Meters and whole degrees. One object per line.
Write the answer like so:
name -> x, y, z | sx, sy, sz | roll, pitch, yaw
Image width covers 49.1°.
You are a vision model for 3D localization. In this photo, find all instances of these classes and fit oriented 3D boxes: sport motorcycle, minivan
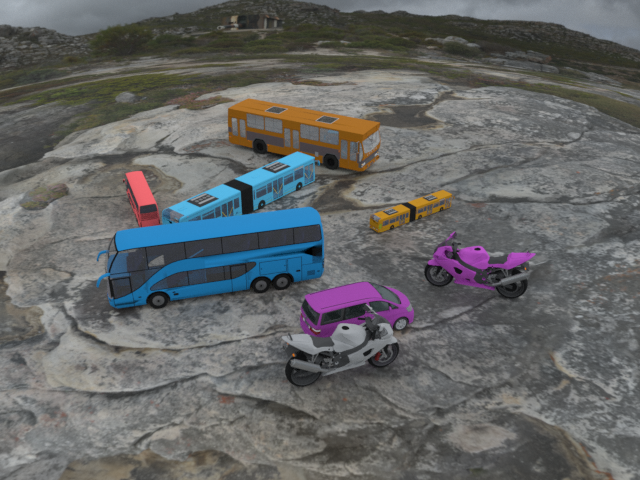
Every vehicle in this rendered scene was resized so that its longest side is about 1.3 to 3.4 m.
sport motorcycle -> 0.273, 1.320, 8.493 | 1.520, 0.821, 0.506 | -10, 31, -17
sport motorcycle -> 2.279, 0.400, 10.128 | 1.520, 0.821, 0.506 | 8, 30, 15
minivan -> 0.519, 0.932, 9.392 | 1.548, 0.616, 0.681 | -12, 32, -20

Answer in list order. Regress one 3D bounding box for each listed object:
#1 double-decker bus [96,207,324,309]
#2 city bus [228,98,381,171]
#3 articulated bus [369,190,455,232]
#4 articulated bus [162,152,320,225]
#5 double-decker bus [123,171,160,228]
double-decker bus -> -1.550, 0.256, 10.149 | 3.251, 1.052, 0.756 | -8, 30, -13
city bus -> -0.374, -2.193, 14.663 | 3.255, 0.894, 0.926 | 15, 33, 25
articulated bus -> 1.623, -0.514, 12.295 | 1.749, 0.289, 0.311 | -19, 35, -31
articulated bus -> -1.329, -0.821, 12.564 | 0.605, 0.561, 3.401 | 23, 36, 34
double-decker bus -> -3.171, -0.731, 12.423 | 0.389, 0.541, 1.672 | -11, 31, -19
